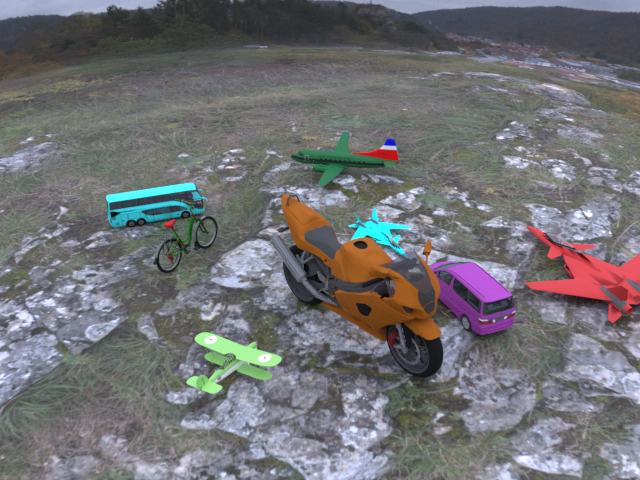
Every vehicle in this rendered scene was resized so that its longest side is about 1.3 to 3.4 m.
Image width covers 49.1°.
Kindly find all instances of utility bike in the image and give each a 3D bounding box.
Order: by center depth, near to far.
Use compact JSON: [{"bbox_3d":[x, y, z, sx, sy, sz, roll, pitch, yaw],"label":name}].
[{"bbox_3d":[-2.114,-0.123,10.800,0.535,0.946,1.435,18,35,28],"label":"utility bike"}]

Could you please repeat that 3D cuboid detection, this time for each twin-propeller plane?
[{"bbox_3d":[0.467,-1.661,13.593,2.129,0.792,2.663,6,31,10],"label":"twin-propeller plane"}]

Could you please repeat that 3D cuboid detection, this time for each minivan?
[{"bbox_3d":[2.044,0.684,9.744,0.681,0.616,1.548,-12,32,-20],"label":"minivan"}]

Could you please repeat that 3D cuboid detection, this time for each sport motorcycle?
[{"bbox_3d":[0.461,0.543,9.012,0.983,1.596,2.955,-23,37,-34],"label":"sport motorcycle"}]

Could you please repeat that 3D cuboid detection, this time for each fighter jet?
[{"bbox_3d":[3.958,0.235,10.573,2.229,0.557,2.640,-12,32,-20],"label":"fighter jet"},{"bbox_3d":[1.053,-0.093,11.404,1.147,0.286,1.358,-15,33,-24],"label":"fighter jet"}]

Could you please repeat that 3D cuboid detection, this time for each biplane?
[{"bbox_3d":[-1.107,1.506,8.443,1.336,0.504,1.090,20,36,30],"label":"biplane"}]

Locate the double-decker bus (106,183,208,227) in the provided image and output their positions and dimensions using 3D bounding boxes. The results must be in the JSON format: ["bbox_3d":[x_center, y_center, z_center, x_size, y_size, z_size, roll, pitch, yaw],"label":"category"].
[{"bbox_3d":[-2.793,-0.608,12.034,1.672,0.541,0.389,-11,32,-17],"label":"double-decker bus"}]
